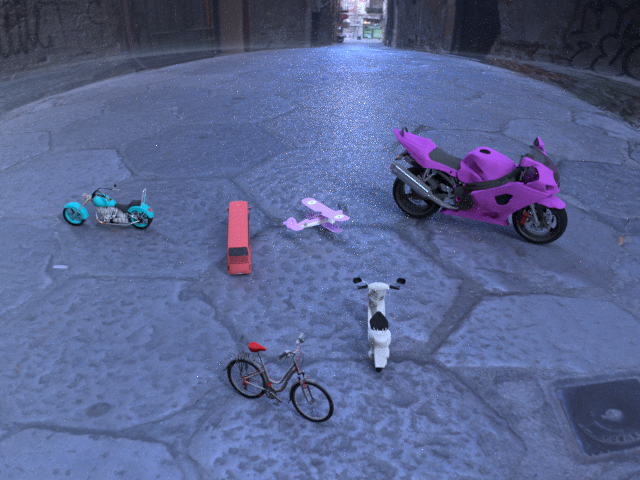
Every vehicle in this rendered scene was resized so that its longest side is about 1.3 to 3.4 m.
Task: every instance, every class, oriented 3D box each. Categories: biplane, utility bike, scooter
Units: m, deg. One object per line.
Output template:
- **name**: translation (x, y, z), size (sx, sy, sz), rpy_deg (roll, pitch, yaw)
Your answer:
- **biplane**: translation (-0.065, -0.339, 11.421), size (1.090, 0.504, 1.336), rpy_deg (-16, 34, -26)
- **utility bike**: translation (-0.465, 1.481, 7.843), size (1.435, 0.946, 0.535), rpy_deg (14, 33, 23)
- **scooter**: translation (0.732, 0.950, 8.785), size (0.662, 0.919, 1.399), rpy_deg (1, 30, 1)

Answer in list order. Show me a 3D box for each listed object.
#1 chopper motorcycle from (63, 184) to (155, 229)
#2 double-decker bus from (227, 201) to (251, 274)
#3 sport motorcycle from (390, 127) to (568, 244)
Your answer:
- **chopper motorcycle**: translation (-3.507, -0.547, 11.525), size (1.563, 0.761, 0.466), rpy_deg (4, 30, 8)
- **double-decker bus**: translation (-1.264, -0.081, 10.940), size (0.389, 0.541, 1.672), rpy_deg (-3, 30, -5)
- **sport motorcycle**: translation (2.526, -0.888, 11.280), size (2.955, 1.596, 0.983), rpy_deg (14, 33, 23)
